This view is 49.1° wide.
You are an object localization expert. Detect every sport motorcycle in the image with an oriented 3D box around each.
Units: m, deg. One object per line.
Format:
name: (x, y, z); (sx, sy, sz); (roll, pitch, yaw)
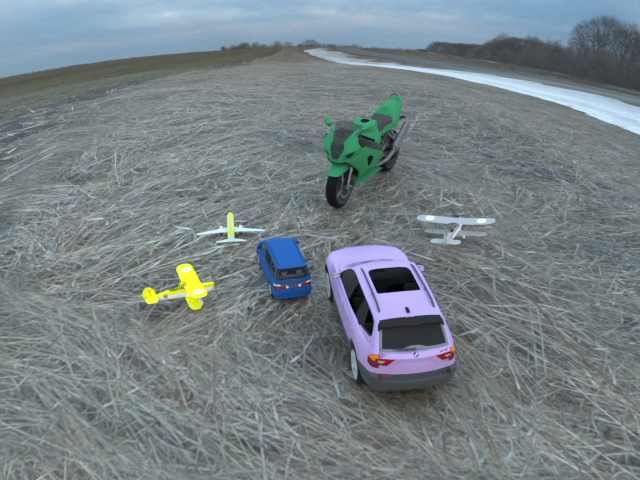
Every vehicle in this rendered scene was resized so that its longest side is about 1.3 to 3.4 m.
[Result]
sport motorcycle: (0.889, -1.778, 13.638); (0.983, 1.596, 2.955); (15, 32, 26)

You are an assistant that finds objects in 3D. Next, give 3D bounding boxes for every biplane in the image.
biplane: (2.218, -0.155, 11.788); (1.336, 0.504, 1.090); (13, 31, 22)
biplane: (-2.016, 0.735, 10.145); (1.090, 0.504, 1.336); (-10, 30, -18)

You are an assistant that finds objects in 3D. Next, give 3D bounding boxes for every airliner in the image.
airliner: (-1.549, -0.284, 12.106); (1.161, 0.429, 1.307); (-4, 29, -6)

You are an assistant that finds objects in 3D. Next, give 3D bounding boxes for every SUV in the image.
SUV: (0.867, 0.798, 9.374); (1.276, 1.128, 3.058); (-4, 29, -8)

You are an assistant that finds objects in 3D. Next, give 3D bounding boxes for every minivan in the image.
minivan: (-0.583, 0.319, 10.796); (0.681, 0.616, 1.548); (-7, 29, -13)
